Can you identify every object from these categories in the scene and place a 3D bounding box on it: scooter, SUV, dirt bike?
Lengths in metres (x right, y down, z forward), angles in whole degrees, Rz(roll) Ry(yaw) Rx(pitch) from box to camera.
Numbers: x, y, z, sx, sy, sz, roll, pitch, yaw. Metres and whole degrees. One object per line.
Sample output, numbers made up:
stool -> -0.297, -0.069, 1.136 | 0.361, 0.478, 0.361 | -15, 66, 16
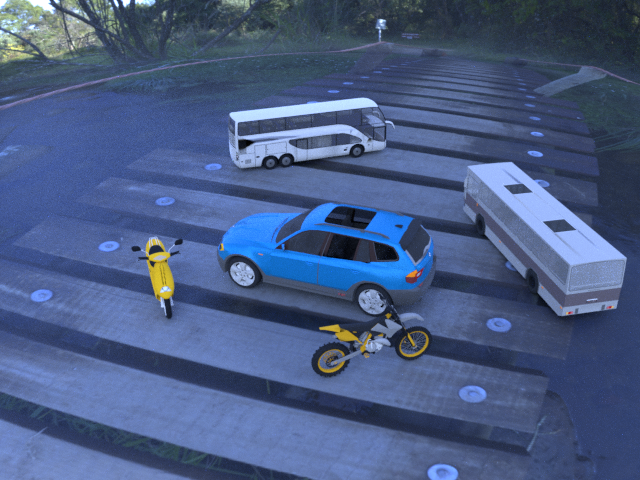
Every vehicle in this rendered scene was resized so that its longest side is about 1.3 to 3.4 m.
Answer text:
scooter -> -2.157, 0.362, 9.409 | 0.662, 0.919, 1.399 | -9, 30, -16
SUV -> 0.072, 0.096, 9.673 | 3.058, 1.128, 1.276 | 11, 31, 19
dirt bike -> 0.616, 1.129, 8.086 | 1.493, 0.857, 0.527 | -8, 30, -15

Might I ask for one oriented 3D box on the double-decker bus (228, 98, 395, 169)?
double-decker bus -> -0.165, -2.110, 13.738 | 3.251, 1.052, 0.756 | -10, 30, -17

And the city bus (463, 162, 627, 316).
city bus -> 3.119, -0.099, 10.267 | 0.926, 0.894, 3.255 | -6, 30, -11
